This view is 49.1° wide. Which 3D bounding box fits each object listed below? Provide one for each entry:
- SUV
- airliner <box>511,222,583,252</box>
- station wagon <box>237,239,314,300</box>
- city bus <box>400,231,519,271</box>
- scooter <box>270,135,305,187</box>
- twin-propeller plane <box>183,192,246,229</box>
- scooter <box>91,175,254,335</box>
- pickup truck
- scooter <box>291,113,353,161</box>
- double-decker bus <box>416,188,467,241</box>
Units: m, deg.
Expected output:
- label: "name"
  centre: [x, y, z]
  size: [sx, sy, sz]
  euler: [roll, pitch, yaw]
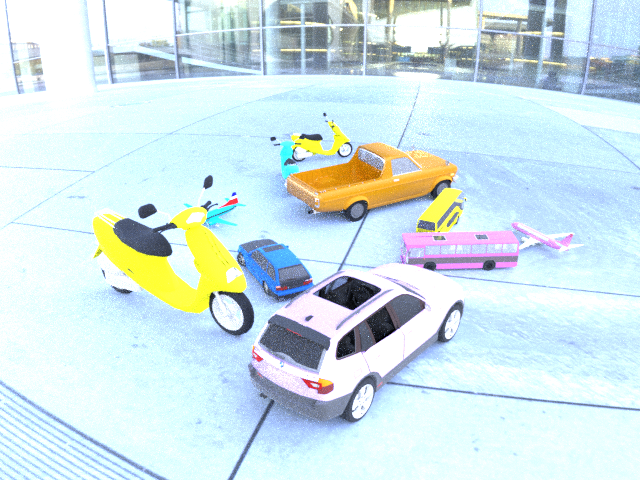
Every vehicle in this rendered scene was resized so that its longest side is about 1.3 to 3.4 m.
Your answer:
- label: "SUV"
  centre: [0.532, 0.917, 8.049]
  size: [1.276, 1.128, 3.058]
  euler: [19, 32, 34]
- label: "airliner"
  centre: [3.478, -0.128, 11.026]
  size: [1.161, 0.429, 1.307]
  euler: [-13, 29, -25]
- label: "station wagon"
  centre: [-0.675, 0.312, 10.060]
  size: [0.682, 0.473, 1.597]
  euler: [-12, 28, -24]
- label: "city bus"
  centre: [2.055, 0.170, 10.370]
  size: [1.674, 0.460, 0.476]
  euler: [-1, 26, -3]
- label: "scooter"
  centre: [-0.586, -1.476, 13.261]
  size: [0.662, 0.919, 1.399]
  euler: [-4, 26, -8]
- label: "twin-propeller plane"
  centre: [-1.784, -0.491, 11.805]
  size: [1.370, 0.407, 1.095]
  euler: [21, 33, 37]
- label: "scooter"
  centre: [-1.966, 0.131, 8.923]
  size: [2.721, 1.786, 1.288]
  euler: [15, 30, 29]
- label: "pickup truck"
  centre: [0.975, -1.144, 12.485]
  size: [3.117, 0.993, 1.244]
  euler: [-15, 29, -28]
- label: "scooter"
  centre: [0.020, -2.120, 14.597]
  size: [1.399, 0.919, 0.662]
  euler: [-7, 27, -15]
- label: "double-decker bus"
  centre: [1.981, -0.379, 11.417]
  size: [0.389, 0.541, 1.672]
  euler: [12, 28, 23]
